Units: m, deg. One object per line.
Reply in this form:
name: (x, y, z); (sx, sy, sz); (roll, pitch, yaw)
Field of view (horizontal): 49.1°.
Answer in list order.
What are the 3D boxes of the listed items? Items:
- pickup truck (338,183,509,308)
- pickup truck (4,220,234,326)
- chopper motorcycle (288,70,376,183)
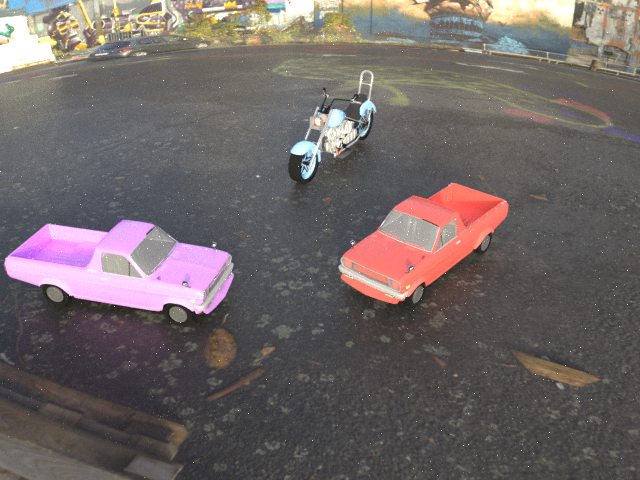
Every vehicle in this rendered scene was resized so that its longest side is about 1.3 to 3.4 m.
pickup truck: (1.657, -0.106, 10.647); (1.244, 0.993, 3.117); (24, 38, 34)
pickup truck: (-2.831, 0.316, 9.935); (3.117, 0.993, 1.244); (8, 31, 13)
chopper motorcycle: (0.285, -2.269, 13.819); (0.906, 1.480, 3.040); (17, 35, 26)
